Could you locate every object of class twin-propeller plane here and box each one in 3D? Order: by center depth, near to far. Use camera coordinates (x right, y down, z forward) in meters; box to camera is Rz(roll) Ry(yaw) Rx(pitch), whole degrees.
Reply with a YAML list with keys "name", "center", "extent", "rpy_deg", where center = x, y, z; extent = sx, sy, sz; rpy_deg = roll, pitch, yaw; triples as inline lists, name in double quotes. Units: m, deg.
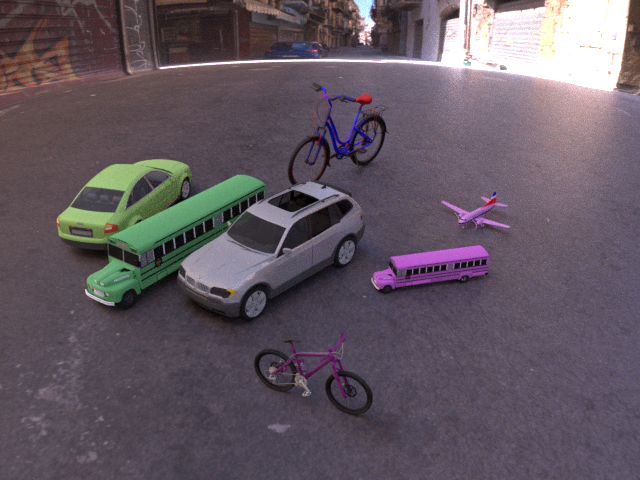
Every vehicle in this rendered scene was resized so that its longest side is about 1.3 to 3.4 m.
- name: "twin-propeller plane"
  center: [2.684, -0.500, 11.879]
  extent: [1.095, 0.407, 1.370]
  rpy_deg: [-25, 37, -38]

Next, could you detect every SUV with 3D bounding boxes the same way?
- name: "SUV"
  center: [-0.633, 0.028, 10.141]
  extent: [1.276, 1.128, 3.058]
  rpy_deg: [23, 36, 36]

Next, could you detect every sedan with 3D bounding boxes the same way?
- name: "sedan"
  center: [-3.211, -0.805, 11.884]
  extent: [1.235, 0.940, 3.137]
  rpy_deg: [7, 29, 13]

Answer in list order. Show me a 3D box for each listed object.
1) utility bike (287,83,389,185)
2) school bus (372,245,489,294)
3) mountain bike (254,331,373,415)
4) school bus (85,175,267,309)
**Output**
- name: "utility bike"
  center: [0.484, -2.030, 13.209]
  extent: [1.039, 1.839, 2.791]
  rpy_deg: [25, 37, 38]
- name: "school bus"
  center: [1.595, 0.416, 10.152]
  extent: [1.708, 0.434, 0.365]
  rpy_deg: [-7, 29, -13]
- name: "mountain bike"
  center: [-0.097, 1.450, 7.778]
  extent: [1.469, 0.868, 0.573]
  rpy_deg: [13, 31, 22]
- name: "school bus"
  center: [-2.083, -0.053, 10.591]
  extent: [0.709, 0.844, 3.322]
  rpy_deg: [18, 33, 30]
